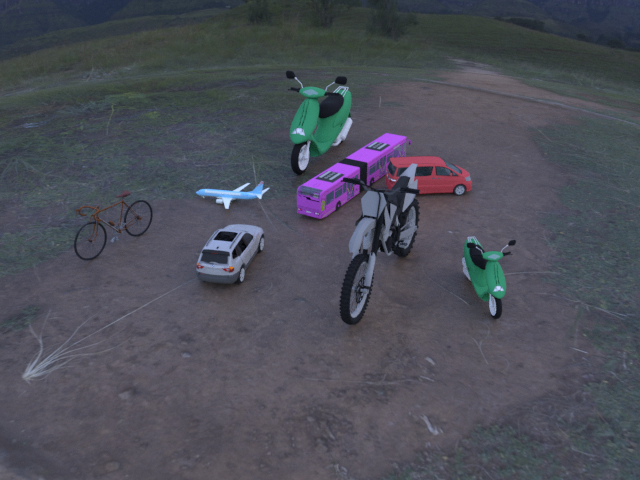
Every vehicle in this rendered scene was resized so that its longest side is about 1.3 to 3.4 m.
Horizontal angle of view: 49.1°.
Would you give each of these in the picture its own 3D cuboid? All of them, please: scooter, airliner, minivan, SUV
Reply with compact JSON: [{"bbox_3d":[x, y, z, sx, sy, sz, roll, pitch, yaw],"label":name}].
[{"bbox_3d":[2.194,0.353,9.364,0.662,0.919,1.399,-3,27,-6],"label":"scooter"},{"bbox_3d":[0.044,-2.517,14.040,1.288,1.786,2.721,11,29,21],"label":"scooter"},{"bbox_3d":[-1.584,-0.886,12.334,1.307,0.429,1.161,6,28,12],"label":"airliner"},{"bbox_3d":[1.985,-1.176,12.696,1.548,0.616,0.681,-3,27,-6],"label":"minivan"},{"bbox_3d":[-1.293,0.110,10.214,0.656,0.580,1.572,6,28,11],"label":"SUV"}]

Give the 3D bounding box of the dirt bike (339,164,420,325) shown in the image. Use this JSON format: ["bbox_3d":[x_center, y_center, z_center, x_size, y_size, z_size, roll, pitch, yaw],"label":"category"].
[{"bbox_3d":[0.889,-0.115,9.459,1.024,1.666,2.903,11,29,21],"label":"dirt bike"}]

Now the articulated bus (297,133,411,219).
[{"bbox_3d":[0.686,-1.245,12.892,0.605,0.561,3.401,15,31,27],"label":"articulated bus"}]

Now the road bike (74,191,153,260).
[{"bbox_3d":[-3.137,-0.277,10.674,0.358,0.852,1.545,17,31,30],"label":"road bike"}]
